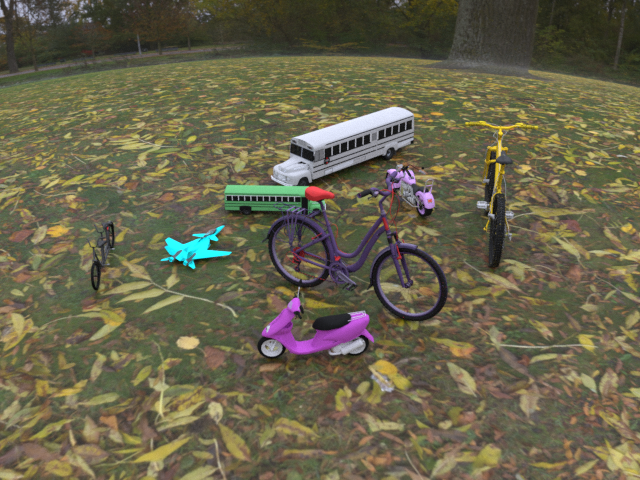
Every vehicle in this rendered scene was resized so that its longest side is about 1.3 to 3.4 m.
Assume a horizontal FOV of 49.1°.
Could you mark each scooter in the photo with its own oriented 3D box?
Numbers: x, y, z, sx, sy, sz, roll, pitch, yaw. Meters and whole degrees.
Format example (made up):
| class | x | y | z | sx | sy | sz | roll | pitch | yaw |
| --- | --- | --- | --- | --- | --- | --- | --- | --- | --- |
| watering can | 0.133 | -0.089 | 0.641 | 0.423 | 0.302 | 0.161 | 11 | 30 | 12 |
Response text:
| class | x | y | z | sx | sy | sz | roll | pitch | yaw |
| --- | --- | --- | --- | --- | --- | --- | --- | --- | --- |
| scooter | -0.053 | 1.008 | 8.290 | 1.399 | 0.919 | 0.662 | -1 | 29 | -3 |

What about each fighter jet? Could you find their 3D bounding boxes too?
| class | x | y | z | sx | sy | sz | roll | pitch | yaw |
| --- | --- | --- | --- | --- | --- | --- | --- | --- | --- |
| fighter jet | -1.837 | -0.014 | 10.830 | 1.147 | 0.286 | 1.358 | 12 | 31 | 21 |

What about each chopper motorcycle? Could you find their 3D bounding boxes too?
| class | x | y | z | sx | sy | sz | roll | pitch | yaw |
| --- | --- | --- | --- | --- | --- | --- | --- | --- | --- |
| chopper motorcycle | 1.539 | -0.971 | 12.092 | 0.466 | 0.761 | 1.563 | -11 | 30 | -19 |

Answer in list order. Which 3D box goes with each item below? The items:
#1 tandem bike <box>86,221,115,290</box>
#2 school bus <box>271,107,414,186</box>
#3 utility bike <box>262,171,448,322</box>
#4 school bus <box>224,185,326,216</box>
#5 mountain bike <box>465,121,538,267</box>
| class | x | y | z | sx | sy | sz | roll | pitch | yaw |
| --- | --- | --- | --- | --- | --- | --- | --- | --- | --- |
| tandem bike | -3.179 | 0.087 | 10.230 | 0.283 | 0.682 | 1.642 | -2 | 29 | -4 |
| school bus | 0.488 | -1.796 | 13.521 | 3.322 | 0.844 | 0.709 | -24 | 36 | -36 |
| utility bike | 0.437 | -0.035 | 9.244 | 2.791 | 1.839 | 1.039 | 16 | 32 | 26 |
| school bus | -0.757 | -0.684 | 11.906 | 1.708 | 0.434 | 0.365 | 1 | 29 | 2 |
| mountain bike | 2.737 | -0.824 | 10.852 | 1.114 | 1.688 | 2.857 | 5 | 29 | 8 |
